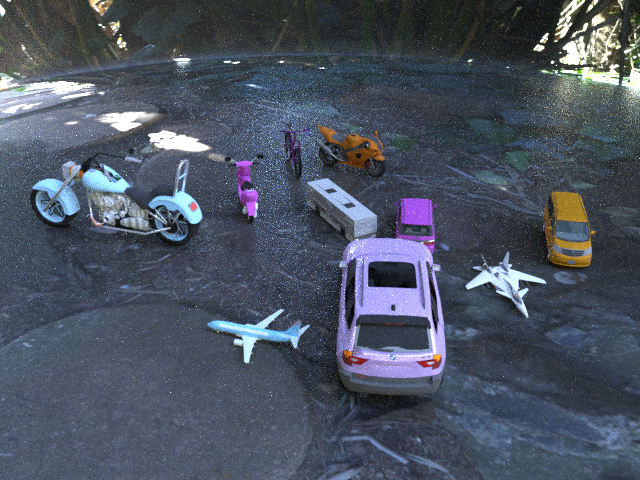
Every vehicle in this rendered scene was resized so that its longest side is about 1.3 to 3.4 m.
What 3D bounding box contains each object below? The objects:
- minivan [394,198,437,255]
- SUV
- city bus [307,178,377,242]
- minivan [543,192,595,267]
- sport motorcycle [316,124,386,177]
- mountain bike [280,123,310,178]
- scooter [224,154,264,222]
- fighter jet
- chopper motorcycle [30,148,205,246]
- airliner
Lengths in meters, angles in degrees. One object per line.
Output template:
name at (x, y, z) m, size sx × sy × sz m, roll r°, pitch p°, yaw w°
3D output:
minivan at (1.502, -0.317, 11.041) m, size 0.681 × 0.616 × 1.548 m, roll 3°, pitch 29°, yaw 6°
SUV at (0.857, 0.694, 8.642) m, size 1.276 × 1.128 × 3.058 m, roll 2°, pitch 29°, yaw 3°
city bus at (0.328, -0.479, 11.503) m, size 0.476 × 0.460 × 1.674 m, roll -14°, pitch 31°, yaw -24°
minivan at (3.812, -0.177, 10.783) m, size 0.681 × 0.616 × 1.548 m, roll 5°, pitch 29°, yaw 10°
sport motorcycle at (0.601, -1.716, 13.402) m, size 1.520 × 0.821 × 0.506 m, roll 18°, pitch 33°, yaw 29°
mountain bike at (-0.529, -1.802, 13.511) m, size 0.573 × 0.868 × 1.469 m, roll -6°, pitch 29°, yaw -11°
scooter at (-1.247, -0.937, 11.865) m, size 0.662 × 0.919 × 1.399 m, roll -6°, pitch 29°, yaw -10°
fighter jet at (2.619, 0.612, 9.674) m, size 1.147 × 0.286 × 1.358 m, roll -4°, pitch 29°, yaw -7°
chopper motorcycle at (-3.248, -0.729, 10.894) m, size 3.040 × 1.480 × 0.906 m, roll 10°, pitch 30°, yaw 17°
airliner at (-0.818, 1.068, 8.684) m, size 1.307 × 0.429 × 1.161 m, roll 9°, pitch 30°, yaw 16°
